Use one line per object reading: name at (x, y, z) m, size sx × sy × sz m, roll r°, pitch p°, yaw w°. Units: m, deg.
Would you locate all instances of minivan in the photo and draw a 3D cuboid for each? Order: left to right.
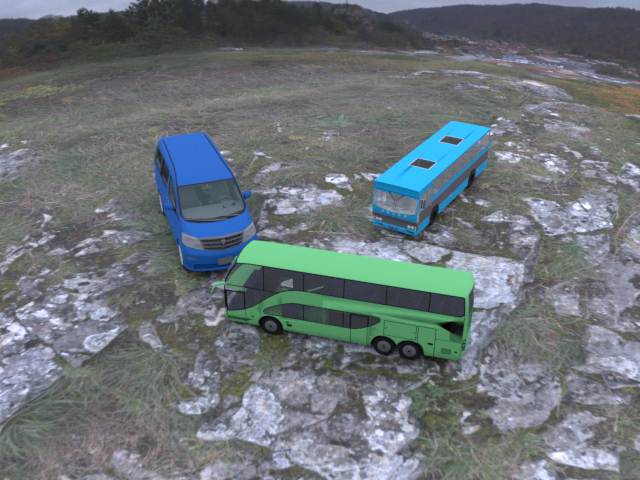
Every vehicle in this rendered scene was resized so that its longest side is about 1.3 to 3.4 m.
minivan at (-1.878, -0.668, 11.140) m, size 1.324 × 1.197 × 3.011 m, roll -10°, pitch 31°, yaw -18°

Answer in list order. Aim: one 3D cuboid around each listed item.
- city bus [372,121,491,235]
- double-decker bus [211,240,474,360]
city bus at (2.018, -1.128, 12.257) m, size 0.926 × 0.894 × 3.255 m, roll 17°, pitch 34°, yaw 27°
double-decker bus at (0.271, 0.729, 8.827) m, size 3.251 × 1.052 × 0.756 m, roll 8°, pitch 31°, yaw 14°
